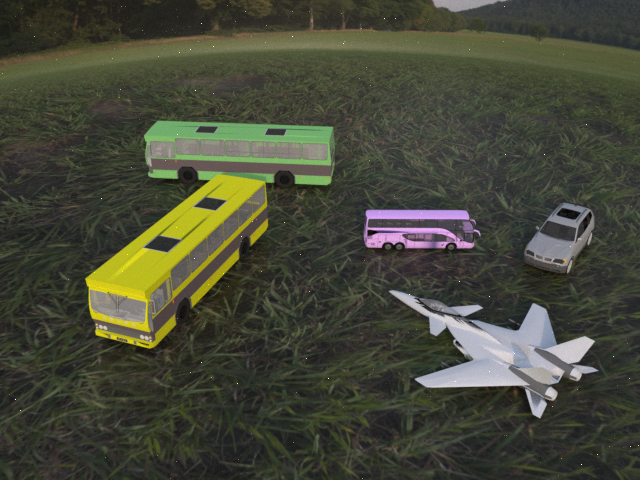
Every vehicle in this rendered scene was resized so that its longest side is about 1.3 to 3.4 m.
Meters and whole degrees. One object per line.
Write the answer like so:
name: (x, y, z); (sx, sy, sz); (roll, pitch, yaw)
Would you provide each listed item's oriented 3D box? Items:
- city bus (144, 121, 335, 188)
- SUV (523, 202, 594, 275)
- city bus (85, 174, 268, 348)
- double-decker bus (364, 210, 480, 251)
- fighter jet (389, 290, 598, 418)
city bus: (-1.387, -1.515, 12.418); (3.255, 0.894, 0.926); (3, 29, 5)
SUV: (3.473, -0.064, 10.076); (0.656, 0.580, 1.572); (18, 33, 30)
city bus: (-1.727, 0.172, 9.313); (0.926, 0.894, 3.255); (10, 30, 18)
double-decker bus: (1.483, -0.151, 10.278); (1.672, 0.541, 0.389); (0, 28, 0)
fighter jet: (1.776, 0.983, 8.171); (2.229, 0.557, 2.640); (-23, 36, -35)
